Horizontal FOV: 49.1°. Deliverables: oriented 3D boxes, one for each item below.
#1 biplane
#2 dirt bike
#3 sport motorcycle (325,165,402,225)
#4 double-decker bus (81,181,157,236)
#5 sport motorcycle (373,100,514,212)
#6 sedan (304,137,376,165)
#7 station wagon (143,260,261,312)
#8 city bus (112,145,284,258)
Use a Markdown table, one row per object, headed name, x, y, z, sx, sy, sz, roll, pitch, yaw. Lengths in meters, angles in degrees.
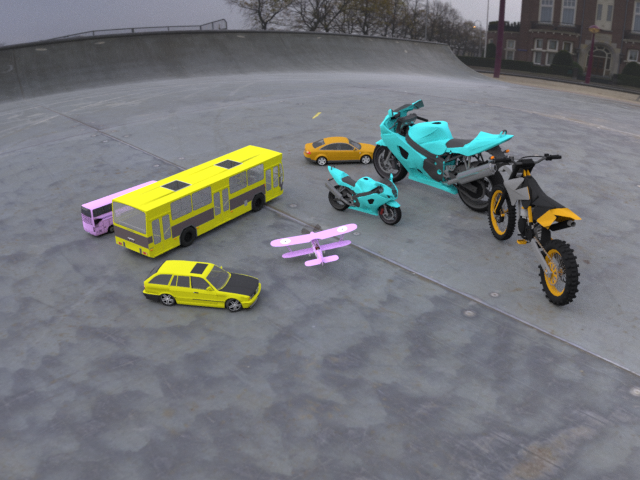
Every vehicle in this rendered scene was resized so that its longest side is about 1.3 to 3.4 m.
| name | x | y | z | sx | sy | sz | roll | pitch | yaw |
| --- | --- | --- | --- | --- | --- | --- | --- | --- | --- |
| biplane | -0.066 | 0.125 | 10.616 | 1.336 | 0.504 | 1.090 | -4 | 27 | -8 |
| dirt bike | 3.067 | -0.335 | 10.234 | 1.024 | 1.666 | 2.903 | -4 | 27 | -8 |
| sport motorcycle | 0.755 | -0.779 | 12.089 | 1.520 | 0.821 | 0.506 | 18 | 32 | 32 |
| double-decker bus | -3.269 | -0.571 | 11.984 | 0.389 | 0.541 | 1.672 | 20 | 33 | 35 |
| sport motorcycle | 2.131 | -1.546 | 12.766 | 2.955 | 1.596 | 0.983 | 23 | 35 | 39 |
| sedan | 0.461 | -1.903 | 14.746 | 1.613 | 0.483 | 0.635 | -2 | 26 | -5 |
| station wagon | -1.619 | 0.599 | 9.691 | 1.597 | 0.473 | 0.682 | 5 | 27 | 9 |
| city bus | -1.931 | -0.694 | 11.833 | 0.926 | 0.894 | 3.255 | 18 | 31 | 32 |
